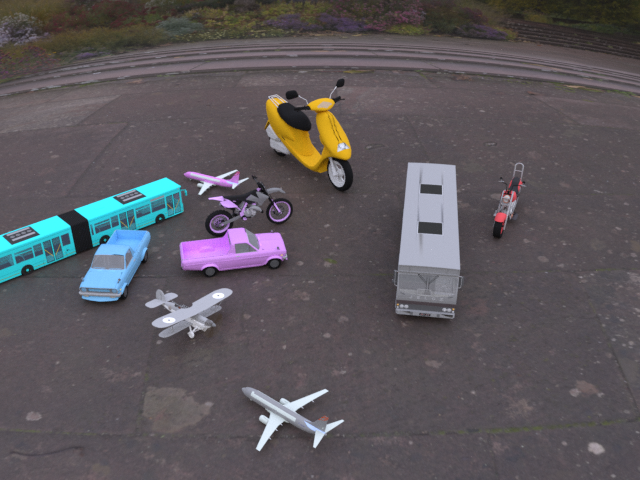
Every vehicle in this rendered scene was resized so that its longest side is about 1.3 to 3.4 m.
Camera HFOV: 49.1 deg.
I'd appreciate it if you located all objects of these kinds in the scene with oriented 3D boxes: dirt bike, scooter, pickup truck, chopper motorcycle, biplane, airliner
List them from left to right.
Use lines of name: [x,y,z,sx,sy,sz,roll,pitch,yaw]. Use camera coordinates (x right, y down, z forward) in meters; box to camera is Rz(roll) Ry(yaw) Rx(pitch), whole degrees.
pickup truck: [-2.974,0.300,10.239,0.640,0.511,1.603,2,31,4]
biplane: [-1.753,0.937,9.172,1.090,0.504,1.336,20,36,30]
airliner: [-1.980,-1.179,12.809,1.307,0.429,1.161,16,34,24]
pickup truck: [-1.302,0.141,10.507,1.603,0.511,0.640,-7,31,-11]
dirt bike: [-1.144,-0.542,11.317,1.493,0.857,0.527,-12,33,-19]
airliner: [-0.400,1.835,7.734,1.307,0.429,1.161,22,37,33]
scooter: [-0.250,-2.109,13.046,1.288,1.786,2.721,-21,36,-31]
chopper motorcycle: [3.131,-0.669,11.626,0.466,0.761,1.563,13,33,21]

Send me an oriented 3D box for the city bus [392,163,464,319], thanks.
city bus: [1.625,-0.085,10.511,0.926,0.894,3.255,4,31,7]

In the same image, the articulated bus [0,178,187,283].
articulated bus: [-3.677,-0.196,11.024,3.401,0.561,0.605,-26,39,-36]
